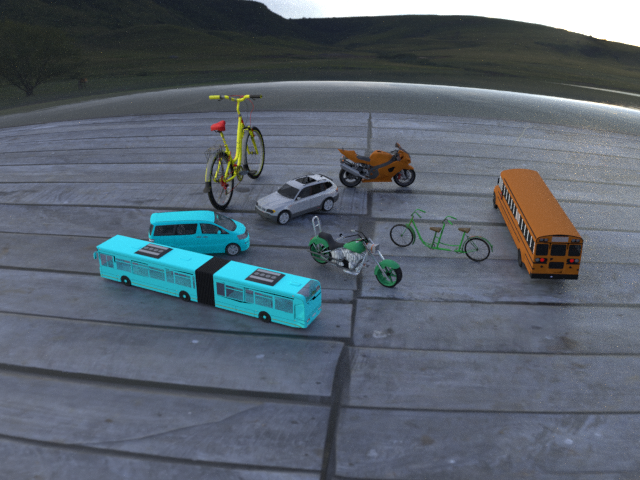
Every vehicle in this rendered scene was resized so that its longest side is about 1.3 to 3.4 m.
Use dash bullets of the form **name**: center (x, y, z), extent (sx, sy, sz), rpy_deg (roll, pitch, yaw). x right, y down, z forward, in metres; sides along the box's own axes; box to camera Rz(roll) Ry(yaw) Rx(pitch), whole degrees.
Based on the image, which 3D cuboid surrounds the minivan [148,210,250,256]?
- **minivan**: center (-1.887, -0.115, 10.960), extent (1.548, 0.616, 0.681), rpy_deg (-4, 25, -8)

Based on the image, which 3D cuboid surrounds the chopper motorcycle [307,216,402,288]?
- **chopper motorcycle**: center (0.493, 0.168, 10.187), extent (1.563, 0.761, 0.466), rpy_deg (17, 30, 31)

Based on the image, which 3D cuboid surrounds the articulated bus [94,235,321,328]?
- **articulated bus**: center (-1.609, 0.533, 9.645), extent (3.401, 0.561, 0.605), rpy_deg (11, 28, 23)

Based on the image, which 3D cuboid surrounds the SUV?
- **SUV**: center (-0.397, -0.758, 12.368), extent (1.572, 0.580, 0.656), rpy_deg (-18, 31, -34)

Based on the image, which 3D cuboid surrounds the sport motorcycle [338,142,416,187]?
- **sport motorcycle**: center (1.094, -1.409, 13.470), extent (1.520, 0.821, 0.506), rpy_deg (0, 25, -1)

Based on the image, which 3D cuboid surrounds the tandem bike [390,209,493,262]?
- **tandem bike**: center (1.859, -0.083, 10.814), extent (1.642, 0.682, 0.283), rpy_deg (11, 27, 22)

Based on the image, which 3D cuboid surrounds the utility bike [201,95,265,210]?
- **utility bike**: center (-1.656, -1.736, 12.970), extent (1.039, 1.839, 2.791), rpy_deg (7, 26, 15)

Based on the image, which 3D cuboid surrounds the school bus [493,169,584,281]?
- **school bus**: center (3.395, -0.383, 11.260), extent (0.709, 0.844, 3.322), rpy_deg (1, 25, 3)
